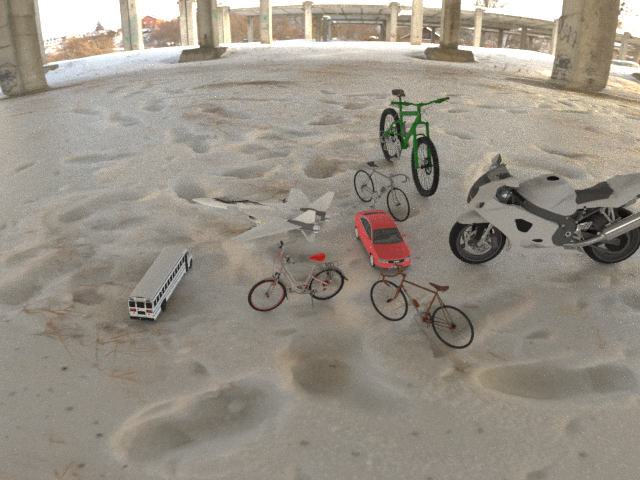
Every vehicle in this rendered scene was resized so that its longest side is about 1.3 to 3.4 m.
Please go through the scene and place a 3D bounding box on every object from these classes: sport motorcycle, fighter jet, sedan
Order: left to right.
[{"bbox_3d":[-1.077,-0.621,11.918,2.640,0.557,2.229,12,30,21],"label":"fighter jet"},{"bbox_3d":[0.973,-0.062,10.942,0.635,0.483,1.613,-5,28,-10],"label":"sedan"},{"bbox_3d":[3.409,-0.362,10.320,2.955,1.596,0.983,0,28,-1],"label":"sport motorcycle"}]

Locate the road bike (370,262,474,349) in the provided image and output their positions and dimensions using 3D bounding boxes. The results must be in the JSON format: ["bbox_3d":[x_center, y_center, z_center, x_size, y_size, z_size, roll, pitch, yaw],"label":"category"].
[{"bbox_3d":[1.271,0.826,8.872,1.545,0.852,0.358,21,34,34],"label":"road bike"}]

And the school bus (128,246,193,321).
[{"bbox_3d":[-2.204,0.539,9.859,0.365,0.434,1.708,4,28,8],"label":"school bus"}]

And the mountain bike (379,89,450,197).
[{"bbox_3d":[1.659,-1.988,13.292,1.114,1.688,2.857,-7,29,-13],"label":"mountain bike"}]

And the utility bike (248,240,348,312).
[{"bbox_3d":[-0.266,0.511,9.365,1.435,0.946,0.535,-10,29,-18],"label":"utility bike"}]

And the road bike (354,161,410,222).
[{"bbox_3d":[1.052,-0.891,12.114,0.358,0.852,1.545,-18,33,-30],"label":"road bike"}]
